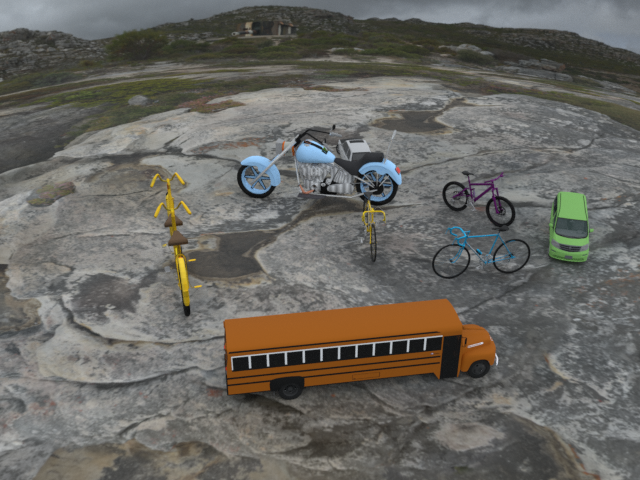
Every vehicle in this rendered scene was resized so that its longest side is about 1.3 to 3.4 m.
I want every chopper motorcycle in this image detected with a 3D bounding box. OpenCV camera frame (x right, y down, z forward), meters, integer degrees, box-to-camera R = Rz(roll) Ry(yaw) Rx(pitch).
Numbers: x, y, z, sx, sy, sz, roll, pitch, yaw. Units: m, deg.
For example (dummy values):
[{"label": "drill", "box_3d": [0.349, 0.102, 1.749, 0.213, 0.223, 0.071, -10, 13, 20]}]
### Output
[{"label": "chopper motorcycle", "box_3d": [-0.034, -1.372, 12.656, 3.040, 1.480, 0.906, 6, 29, 11]}]

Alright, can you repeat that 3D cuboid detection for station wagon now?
[{"label": "station wagon", "box_3d": [0.753, -1.848, 14.600, 0.682, 0.473, 1.597, -3, 28, -6]}]

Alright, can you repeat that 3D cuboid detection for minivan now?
[{"label": "minivan", "box_3d": [4.078, -0.225, 11.438, 0.681, 0.616, 1.548, 8, 29, 15]}]

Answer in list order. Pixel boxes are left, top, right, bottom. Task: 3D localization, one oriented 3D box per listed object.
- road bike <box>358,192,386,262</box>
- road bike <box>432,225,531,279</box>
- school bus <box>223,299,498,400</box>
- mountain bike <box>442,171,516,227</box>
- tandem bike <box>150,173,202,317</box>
[{"label": "road bike", "box_3d": [0.803, -0.289, 11.307, 0.358, 0.852, 1.545, -2, 28, -3]}, {"label": "road bike", "box_3d": [2.428, 0.171, 10.454, 1.545, 0.852, 0.358, -4, 29, -8]}, {"label": "school bus", "box_3d": [0.519, 1.277, 8.411, 3.322, 0.844, 0.709, -5, 29, -8]}, {"label": "mountain bike", "box_3d": [2.756, -0.768, 12.180, 1.469, 0.868, 0.573, 25, 37, 38]}, {"label": "tandem bike", "box_3d": [-2.164, -0.095, 10.448, 0.550, 1.326, 3.192, -7, 29, -13]}]
